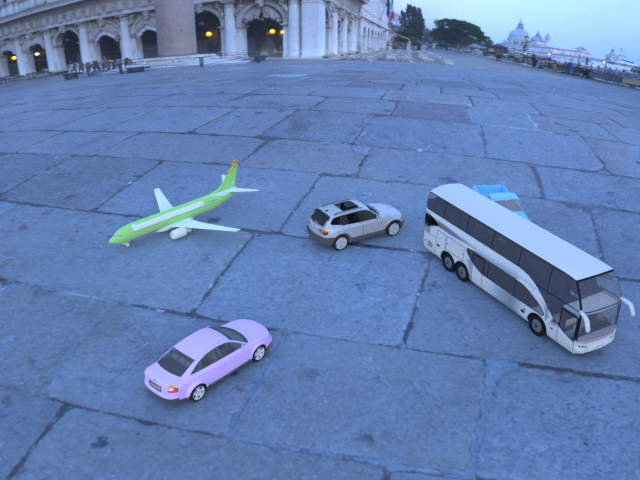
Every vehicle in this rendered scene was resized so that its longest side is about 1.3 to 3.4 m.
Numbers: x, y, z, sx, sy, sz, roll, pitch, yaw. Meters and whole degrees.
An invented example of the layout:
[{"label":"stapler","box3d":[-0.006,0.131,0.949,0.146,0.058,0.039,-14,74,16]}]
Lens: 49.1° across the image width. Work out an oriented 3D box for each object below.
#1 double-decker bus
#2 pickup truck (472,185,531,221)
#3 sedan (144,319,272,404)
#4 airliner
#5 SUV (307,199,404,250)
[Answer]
[{"label":"double-decker bus","box3d":[2.543,0.291,9.185,0.756,1.052,3.251,-13,30,-24]},{"label":"pickup truck","box3d":[2.931,-0.524,11.354,0.640,0.511,1.603,-2,27,-3]},{"label":"sedan","box3d":[-1.226,1.272,7.906,0.635,0.483,1.613,22,34,36]},{"label":"airliner","box3d":[-2.241,-0.587,11.123,2.541,0.835,2.257,-24,36,-39]},{"label":"SUV","box3d":[0.562,-0.323,10.889,1.572,0.580,0.656,-15,31,-26]}]
